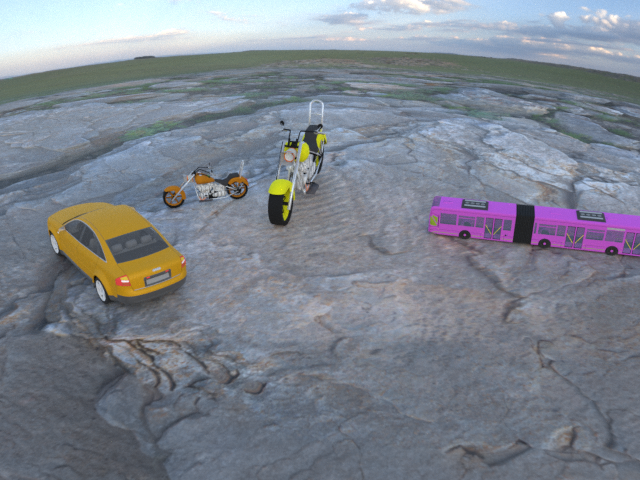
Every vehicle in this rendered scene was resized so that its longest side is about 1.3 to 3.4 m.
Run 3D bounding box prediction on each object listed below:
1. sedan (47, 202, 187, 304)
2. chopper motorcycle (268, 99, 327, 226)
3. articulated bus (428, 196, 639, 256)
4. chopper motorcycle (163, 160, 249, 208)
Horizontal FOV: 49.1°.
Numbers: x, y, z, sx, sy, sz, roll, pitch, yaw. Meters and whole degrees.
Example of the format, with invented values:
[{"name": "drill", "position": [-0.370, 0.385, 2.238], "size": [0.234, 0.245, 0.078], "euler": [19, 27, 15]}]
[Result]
[{"name": "sedan", "position": [-3.145, -0.012, 10.517], "size": [1.235, 0.940, 3.137], "euler": [-20, 34, -34]}, {"name": "chopper motorcycle", "position": [-0.392, -1.464, 12.741], "size": [0.906, 1.480, 3.040], "euler": [6, 28, 12]}, {"name": "articulated bus", "position": [3.500, -0.235, 11.362], "size": [3.401, 0.561, 0.605], "euler": [7, 28, 13]}, {"name": "chopper motorcycle", "position": [-2.065, -1.014, 12.655], "size": [1.563, 0.761, 0.466], "euler": [-7, 28, -14]}]
